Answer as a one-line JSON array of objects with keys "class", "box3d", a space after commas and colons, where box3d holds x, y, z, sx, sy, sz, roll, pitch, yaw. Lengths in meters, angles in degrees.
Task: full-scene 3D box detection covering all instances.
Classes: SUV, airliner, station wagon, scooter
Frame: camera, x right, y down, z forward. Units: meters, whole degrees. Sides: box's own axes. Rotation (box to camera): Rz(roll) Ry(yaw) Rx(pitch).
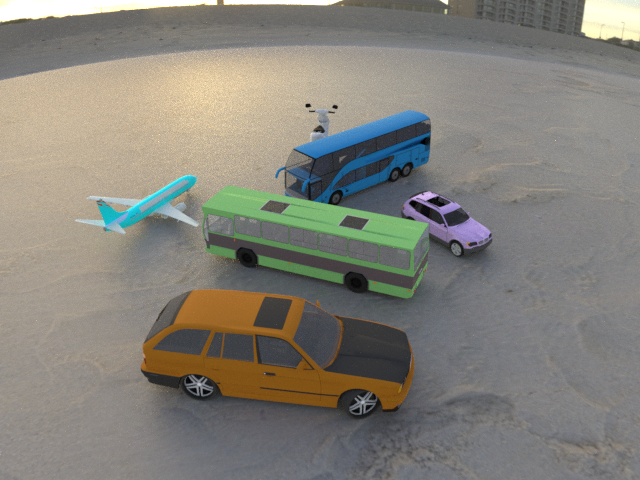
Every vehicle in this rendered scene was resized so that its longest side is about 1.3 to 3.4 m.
[{"class": "SUV", "box3d": [1.988, -0.295, 11.055, 0.656, 0.580, 1.572, -22, 36, -33]}, {"class": "airliner", "box3d": [-2.805, -0.768, 11.619, 2.257, 0.835, 2.541, 14, 33, 22]}, {"class": "station wagon", "box3d": [-0.458, 1.210, 8.107, 3.105, 0.920, 1.327, 5, 30, 8]}, {"class": "scooter", "box3d": [0.007, -2.232, 14.071, 0.662, 0.919, 1.399, 4, 30, 8]}]

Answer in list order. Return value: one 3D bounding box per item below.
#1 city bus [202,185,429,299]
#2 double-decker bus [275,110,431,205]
[{"class": "city bus", "box3d": [-0.100, 0.019, 10.195, 3.255, 0.894, 0.926, 12, 32, 20]}, {"class": "double-decker bus", "box3d": [0.705, -1.450, 12.583, 3.251, 1.052, 0.756, -24, 37, -35]}]
